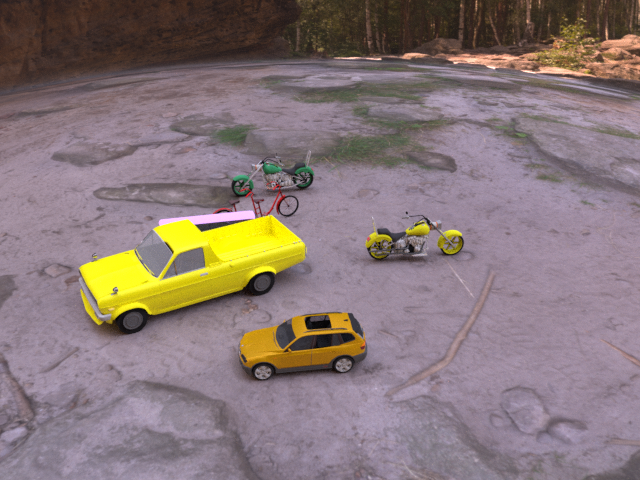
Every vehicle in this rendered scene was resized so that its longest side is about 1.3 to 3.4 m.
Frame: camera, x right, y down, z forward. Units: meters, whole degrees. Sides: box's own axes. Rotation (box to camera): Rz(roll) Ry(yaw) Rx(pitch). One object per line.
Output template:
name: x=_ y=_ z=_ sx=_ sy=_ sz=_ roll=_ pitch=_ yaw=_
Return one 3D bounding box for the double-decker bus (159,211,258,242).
double-decker bus: x=-1.693 y=-0.118 z=11.104 sx=1.672 sy=0.541 sz=0.389 roll=-6 pitch=29 yaw=-12

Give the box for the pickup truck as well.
pickup truck: x=-1.768 y=0.292 z=9.857 sx=3.117 sy=0.993 sz=1.244 roll=-15 pitch=32 yaw=-26

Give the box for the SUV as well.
SUV: x=-0.209 y=1.242 z=8.516 sx=1.572 sy=0.580 sz=0.656 roll=-4 pitch=28 yaw=-7

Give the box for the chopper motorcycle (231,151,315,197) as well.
chopper motorcycle: x=-0.867 y=-1.231 z=12.955 sx=1.563 sy=0.761 sz=0.466 roll=-7 pitch=29 yaw=-13

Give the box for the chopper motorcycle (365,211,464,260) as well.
chopper motorcycle: x=1.472 y=-0.071 z=10.782 sx=1.563 sy=0.761 sz=0.466 roll=-5 pitch=28 yaw=-9

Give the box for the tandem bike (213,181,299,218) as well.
tandem bike: x=-1.098 y=-0.575 z=11.810 sx=1.642 sy=0.682 sz=0.283 roll=-14 pitch=31 yaw=-24
